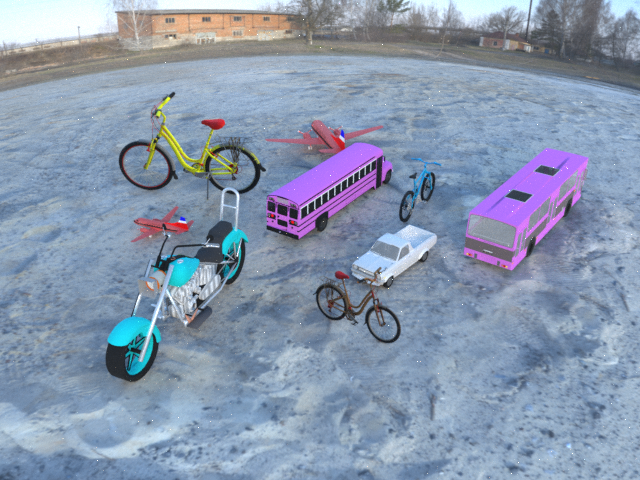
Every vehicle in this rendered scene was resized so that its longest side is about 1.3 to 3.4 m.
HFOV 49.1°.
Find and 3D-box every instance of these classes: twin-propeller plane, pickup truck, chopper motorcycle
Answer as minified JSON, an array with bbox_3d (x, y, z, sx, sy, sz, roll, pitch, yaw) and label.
[{"bbox_3d":[0.180,-2.264,14.887,2.663,0.792,2.129,-9,31,-15],"label":"twin-propeller plane"},{"bbox_3d":[-2.693,-0.288,11.807,1.095,0.407,1.370,11,32,19],"label":"twin-propeller plane"},{"bbox_3d":[1.175,0.180,10.882,0.640,0.511,1.603,22,37,34],"label":"pickup truck"},{"bbox_3d":[-1.835,0.508,9.327,0.906,1.480,3.040,12,32,21],"label":"chopper motorcycle"}]

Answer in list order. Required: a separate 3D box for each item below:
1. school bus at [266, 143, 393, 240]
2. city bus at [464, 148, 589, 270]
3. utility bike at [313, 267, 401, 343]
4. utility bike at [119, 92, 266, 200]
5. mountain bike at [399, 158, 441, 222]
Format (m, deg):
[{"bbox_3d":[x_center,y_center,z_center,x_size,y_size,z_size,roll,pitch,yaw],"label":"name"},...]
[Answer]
[{"bbox_3d":[0.297,-0.991,12.600,0.709,0.844,3.322,18,34,29],"label":"school bus"},{"bbox_3d":[3.539,-0.566,11.803,0.926,0.894,3.255,20,35,31],"label":"city bus"},{"bbox_3d":[0.508,0.781,9.389,1.435,0.946,0.535,21,36,32],"label":"utility bike"},{"bbox_3d":[-2.388,-1.630,12.716,2.791,1.839,1.039,3,30,5],"label":"utility bike"},{"bbox_3d":[1.753,-0.912,12.436,0.573,0.868,1.469,16,34,26],"label":"mountain bike"}]
